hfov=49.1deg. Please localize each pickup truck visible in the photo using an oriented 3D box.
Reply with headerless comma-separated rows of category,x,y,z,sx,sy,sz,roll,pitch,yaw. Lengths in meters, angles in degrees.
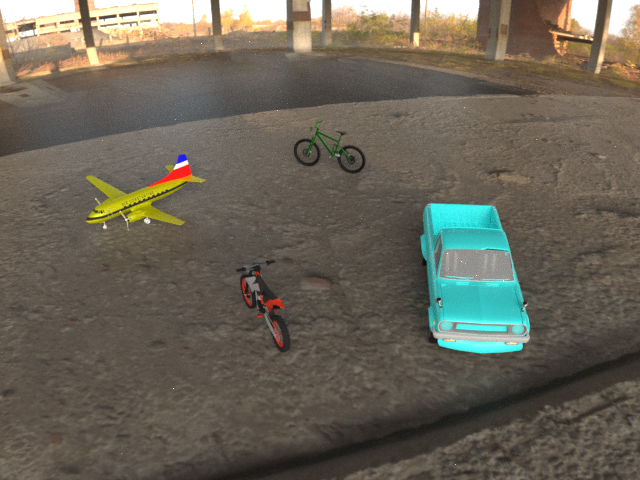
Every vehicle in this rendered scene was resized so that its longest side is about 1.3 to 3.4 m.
pickup truck,2.033,0.306,9.510,1.244,0.993,3.117,2,30,4

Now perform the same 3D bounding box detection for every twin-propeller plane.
twin-propeller plane,-2.981,-0.805,11.682,2.663,0.792,2.129,24,37,36

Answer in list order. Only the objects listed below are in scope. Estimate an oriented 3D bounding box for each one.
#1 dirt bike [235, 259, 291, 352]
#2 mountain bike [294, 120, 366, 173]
dirt bike,-0.729,0.751,8.859,0.527,0.857,1.493,-14,32,-23
mountain bike,0.173,-1.737,13.256,1.469,0.868,0.573,12,31,20
